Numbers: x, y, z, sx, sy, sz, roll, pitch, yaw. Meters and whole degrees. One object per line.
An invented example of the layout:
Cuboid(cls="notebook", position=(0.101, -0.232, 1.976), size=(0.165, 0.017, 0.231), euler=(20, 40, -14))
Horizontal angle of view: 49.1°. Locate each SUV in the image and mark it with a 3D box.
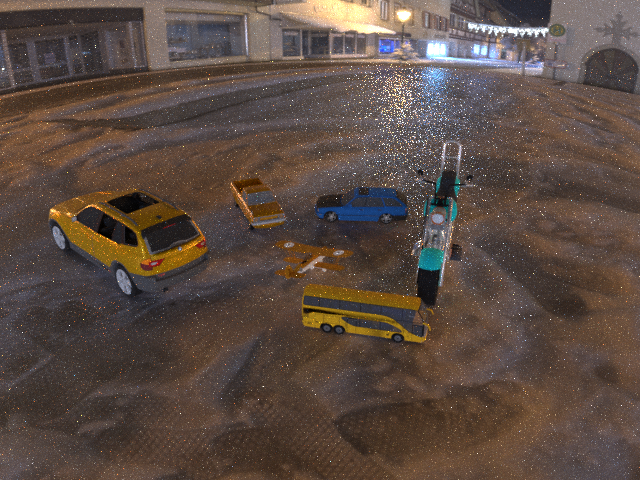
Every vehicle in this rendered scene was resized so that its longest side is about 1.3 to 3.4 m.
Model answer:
Cuboid(cls="SUV", position=(-2.932, -0.190, 10.484), size=(3.058, 1.128, 1.276), euler=(25, 37, 38))

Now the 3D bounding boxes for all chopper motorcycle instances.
Cuboid(cls="chopper motorcycle", position=(1.782, -0.332, 10.377), size=(0.906, 1.480, 3.040), euler=(7, 29, 13))

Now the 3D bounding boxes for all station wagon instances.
Cuboid(cls="station wagon", position=(0.708, -0.626, 12.010), size=(1.597, 0.473, 0.682), euler=(1, 28, 2))

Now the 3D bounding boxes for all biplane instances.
Cuboid(cls="biplane", position=(-0.195, 0.316, 10.193), size=(1.336, 0.504, 1.090), euler=(18, 33, 30))

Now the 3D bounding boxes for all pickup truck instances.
Cuboid(cls="pickup truck", position=(-1.096, -0.699, 12.109), size=(0.640, 0.511, 1.603), euler=(-10, 29, -18))

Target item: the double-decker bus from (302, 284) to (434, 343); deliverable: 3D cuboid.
Cuboid(cls="double-decker bus", position=(0.597, 0.942, 8.970), size=(1.672, 0.541, 0.389), euler=(6, 29, 12))
